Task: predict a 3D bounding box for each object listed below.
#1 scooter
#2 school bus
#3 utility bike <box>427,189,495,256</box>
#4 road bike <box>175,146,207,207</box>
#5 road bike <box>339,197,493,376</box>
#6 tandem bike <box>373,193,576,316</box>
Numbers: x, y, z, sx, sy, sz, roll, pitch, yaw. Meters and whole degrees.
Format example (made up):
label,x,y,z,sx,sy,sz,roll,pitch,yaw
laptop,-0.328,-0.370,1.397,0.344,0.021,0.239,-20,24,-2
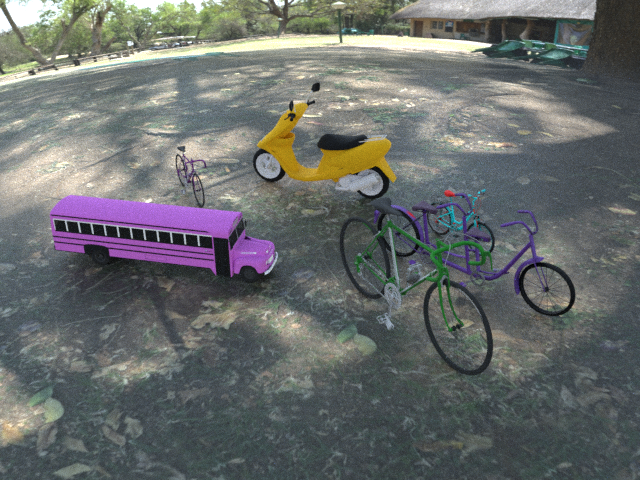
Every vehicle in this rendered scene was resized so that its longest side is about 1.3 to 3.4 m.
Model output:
label,x,y,z,sx,sy,sz,roll,pitch,yaw
scooter,0.031,-1.685,12.233,2.721,1.786,1.288,11,31,19
school bus,-2.276,-0.052,10.305,3.322,0.844,0.709,6,30,11
utility bike,2.186,-0.382,10.786,0.535,0.946,1.435,-21,36,-32
road bike,-2.300,-1.169,12.271,0.358,0.852,1.545,-14,33,-24
road bike,1.085,0.412,8.660,0.696,1.656,3.004,-17,34,-28
tandem bike,2.038,0.021,9.686,3.192,1.326,0.550,23,37,35
